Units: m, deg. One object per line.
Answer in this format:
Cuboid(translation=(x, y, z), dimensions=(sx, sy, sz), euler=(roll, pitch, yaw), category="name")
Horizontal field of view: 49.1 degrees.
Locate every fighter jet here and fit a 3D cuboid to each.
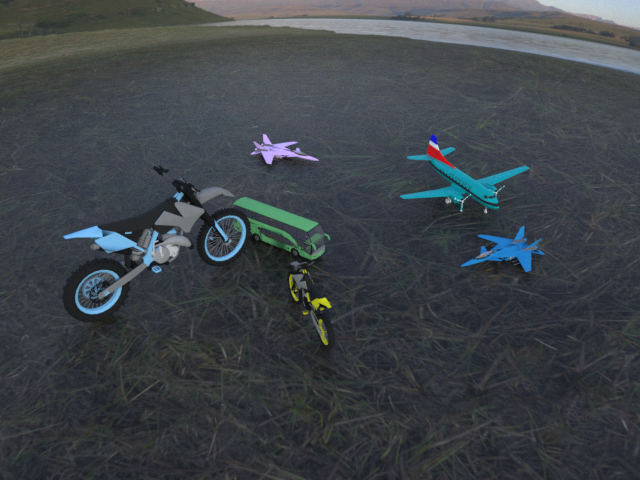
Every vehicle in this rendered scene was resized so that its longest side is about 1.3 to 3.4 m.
Cuboid(translation=(-0.633, -1.757, 13.692), dimensions=(1.358, 0.286, 1.147), euler=(14, 34, 21), category="fighter jet")
Cuboid(translation=(2.681, 0.154, 10.544), dimensions=(1.358, 0.286, 1.147), euler=(-15, 34, -23), category="fighter jet")

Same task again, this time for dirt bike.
Cuboid(translation=(-2.156, -0.013, 9.489), dimensions=(2.903, 1.666, 1.024), euler=(-24, 39, -34), category="dirt bike")
Cuboid(translation=(-0.143, 0.733, 9.040), dimensions=(0.527, 0.857, 1.493), euler=(-12, 33, -20), category="dirt bike")

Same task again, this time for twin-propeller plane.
Cuboid(translation=(2.455, -1.145, 12.196), dimensions=(2.663, 0.792, 2.129), euler=(-14, 34, -22), category="twin-propeller plane")

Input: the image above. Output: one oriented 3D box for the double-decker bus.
Cuboid(translation=(-0.635, -0.176, 10.842), dimensions=(1.672, 0.541, 0.389), euler=(20, 37, 30), category="double-decker bus")
